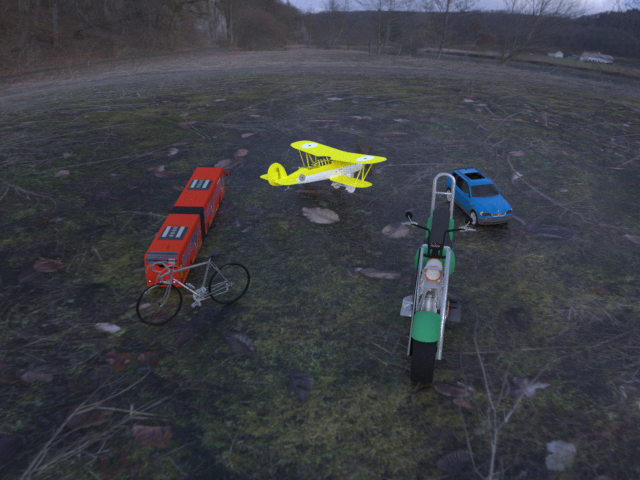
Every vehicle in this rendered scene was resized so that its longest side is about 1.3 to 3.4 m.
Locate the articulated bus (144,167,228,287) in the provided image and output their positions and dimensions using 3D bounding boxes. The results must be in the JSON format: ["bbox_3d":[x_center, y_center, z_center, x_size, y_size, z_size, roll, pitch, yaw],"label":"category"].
[{"bbox_3d":[-2.009,-0.310,10.881,0.605,0.561,3.401,1,27,3],"label":"articulated bus"}]

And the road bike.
[{"bbox_3d":[-1.577,0.565,8.809,1.545,0.852,0.358,-16,31,-28],"label":"road bike"}]

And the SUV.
[{"bbox_3d":[2.648,-0.753,11.745,0.656,0.580,1.572,-6,27,-13],"label":"SUV"}]

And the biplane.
[{"bbox_3d":[0.001,-1.227,12.245,2.120,0.981,2.598,-16,31,-30],"label":"biplane"}]

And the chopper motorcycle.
[{"bbox_3d":[1.389,0.357,8.524,0.906,1.480,3.040,5,27,11],"label":"chopper motorcycle"}]
